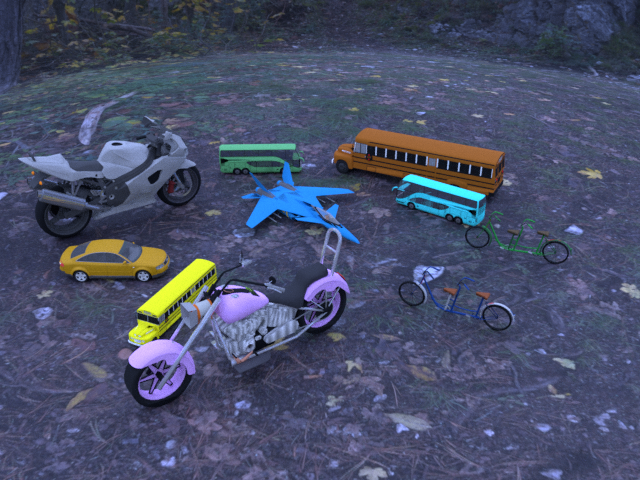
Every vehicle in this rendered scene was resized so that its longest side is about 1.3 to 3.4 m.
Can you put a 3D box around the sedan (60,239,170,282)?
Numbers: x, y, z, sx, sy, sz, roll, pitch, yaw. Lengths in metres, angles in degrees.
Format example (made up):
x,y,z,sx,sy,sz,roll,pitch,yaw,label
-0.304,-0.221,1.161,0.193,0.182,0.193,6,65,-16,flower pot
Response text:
x,y,z,sx,sy,sz,roll,pitch,yaw,label
-3.084,0.275,10.534,1.613,0.483,0.635,0,29,0,sedan

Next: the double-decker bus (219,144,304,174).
x,y,z,sx,sy,sz,roll,pitch,yaw,label
-1.146,-1.604,13.818,1.672,0.541,0.389,-1,29,-2,double-decker bus

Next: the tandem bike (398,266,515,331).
x,y,z,sx,sy,sz,roll,pitch,yaw,label
1.827,0.773,9.447,1.642,0.682,0.283,15,32,24,tandem bike

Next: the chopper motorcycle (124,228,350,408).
x,y,z,sx,sy,sz,roll,pitch,yaw,label
-0.914,0.889,8.426,3.040,1.480,0.906,-19,35,-30,chopper motorcycle

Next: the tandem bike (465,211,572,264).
x,y,z,sx,sy,sz,roll,pitch,yaw,label
3.084,-0.044,10.899,1.642,0.682,0.283,12,32,20,tandem bike

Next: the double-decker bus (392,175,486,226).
x,y,z,sx,sy,sz,roll,pitch,yaw,label
2.069,-0.714,12.235,1.672,0.541,0.389,20,35,32,double-decker bus

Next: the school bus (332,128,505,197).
x,y,z,sx,sy,sz,roll,pitch,yaw,label
1.796,-1.511,13.344,3.322,0.844,0.709,15,32,24,school bus

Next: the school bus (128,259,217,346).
x,y,z,sx,sy,sz,roll,pitch,yaw,label
-1.998,0.847,9.568,0.365,0.434,1.708,12,32,21,school bus

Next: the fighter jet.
x,y,z,sx,sy,sz,roll,pitch,yaw,label
-0.180,-0.605,12.024,2.229,0.557,2.640,-21,35,-32,fighter jet

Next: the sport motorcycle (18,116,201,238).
x,y,z,sx,sy,sz,roll,pitch,yaw,label
-3.381,-1.040,11.737,2.955,1.596,0.983,-19,34,-30,sport motorcycle
